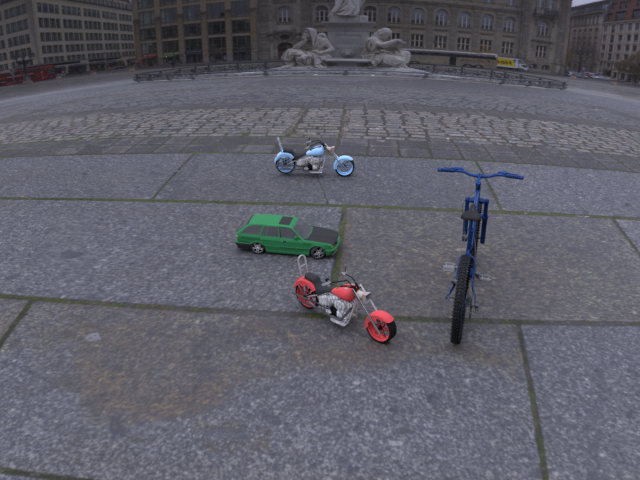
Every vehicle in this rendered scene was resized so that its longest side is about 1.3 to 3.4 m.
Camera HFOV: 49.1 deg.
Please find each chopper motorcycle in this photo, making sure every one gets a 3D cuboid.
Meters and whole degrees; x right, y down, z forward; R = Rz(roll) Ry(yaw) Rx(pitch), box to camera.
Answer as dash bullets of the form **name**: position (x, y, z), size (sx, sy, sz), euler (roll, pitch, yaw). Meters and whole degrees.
- **chopper motorcycle**: position (-0.108, -1.617, 13.588), size (1.563, 0.761, 0.466), euler (1, 26, 2)
- **chopper motorcycle**: position (0.290, 0.734, 8.824), size (1.563, 0.761, 0.466), euler (20, 33, 35)

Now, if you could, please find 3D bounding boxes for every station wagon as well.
- **station wagon**: position (-0.485, -0.087, 10.812), size (1.597, 0.473, 0.682), euler (5, 27, 10)

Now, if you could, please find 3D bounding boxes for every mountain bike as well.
- **mountain bike**: position (1.960, 0.073, 9.116), size (1.114, 1.688, 2.857), euler (7, 27, 14)
